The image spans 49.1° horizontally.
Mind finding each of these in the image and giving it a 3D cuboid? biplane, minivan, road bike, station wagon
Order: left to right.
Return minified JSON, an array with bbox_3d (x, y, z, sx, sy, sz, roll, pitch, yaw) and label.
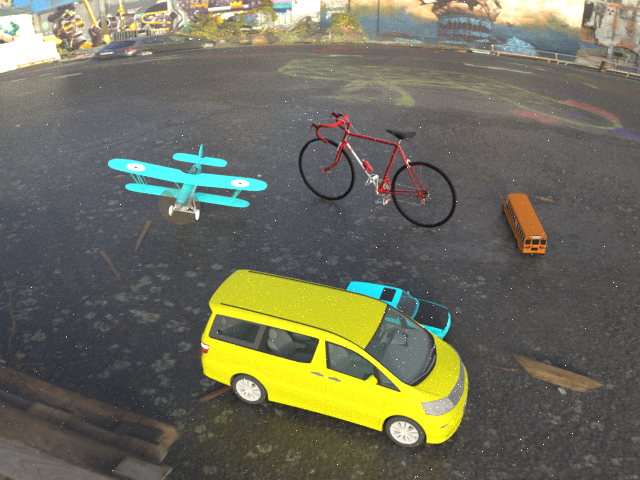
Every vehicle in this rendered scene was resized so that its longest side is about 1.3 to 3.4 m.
[{"bbox_3d":[-2.167,-1.005,12.003,2.598,0.981,2.120,1,30,2],"label":"biplane"},{"bbox_3d":[0.173,1.258,7.926,3.011,1.197,1.324,11,32,18],"label":"minivan"},{"bbox_3d":[0.891,-1.189,11.649,3.004,1.656,0.696,18,35,27],"label":"road bike"},{"bbox_3d":[0.920,0.914,9.229,1.597,0.473,0.682,9,32,15],"label":"station wagon"}]

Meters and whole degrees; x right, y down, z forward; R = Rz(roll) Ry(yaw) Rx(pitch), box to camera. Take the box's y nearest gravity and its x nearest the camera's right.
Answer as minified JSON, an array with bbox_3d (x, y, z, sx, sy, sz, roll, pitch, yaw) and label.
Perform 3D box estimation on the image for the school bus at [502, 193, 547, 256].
[{"bbox_3d":[3.287,-0.308,11.353,0.365,0.434,1.708,1,30,2],"label":"school bus"}]
